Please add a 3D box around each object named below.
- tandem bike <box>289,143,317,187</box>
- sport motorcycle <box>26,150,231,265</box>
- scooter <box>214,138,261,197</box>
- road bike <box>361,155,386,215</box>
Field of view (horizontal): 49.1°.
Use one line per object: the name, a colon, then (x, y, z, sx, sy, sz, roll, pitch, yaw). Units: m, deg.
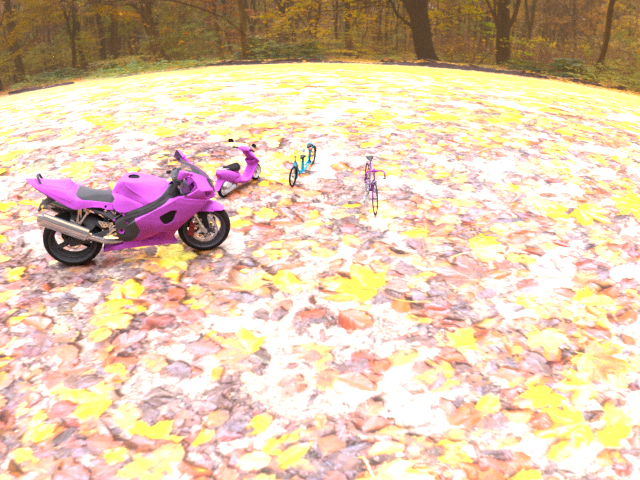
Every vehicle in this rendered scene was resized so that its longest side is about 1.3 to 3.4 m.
tandem bike: (-0.337, -1.637, 14.141, 0.283, 0.682, 1.642, 9, 29, 16)
sport motorcycle: (-2.897, -0.441, 10.931, 2.955, 1.596, 0.983, -6, 29, -12)
scooter: (-1.573, -1.421, 13.484, 0.662, 0.919, 1.399, 16, 32, 27)
road bike: (0.948, -1.073, 12.905, 0.358, 0.852, 1.545, -2, 28, -4)
